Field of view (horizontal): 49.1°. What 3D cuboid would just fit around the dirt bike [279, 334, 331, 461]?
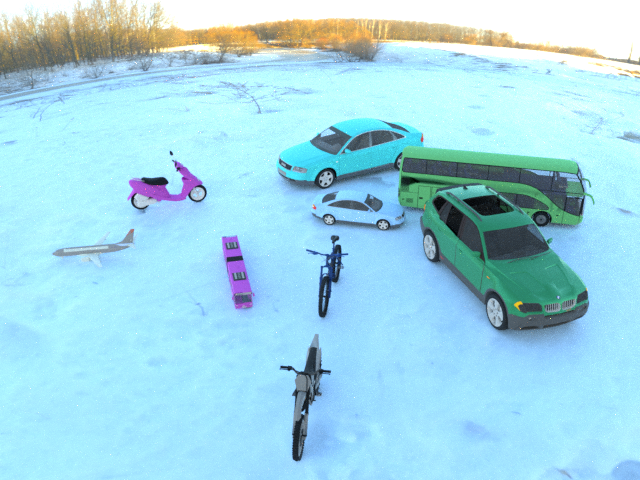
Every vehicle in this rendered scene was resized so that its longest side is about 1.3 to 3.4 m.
[{"bbox_3d":[-0.126,1.608,7.491,0.527,0.857,1.493,4,28,8],"label":"dirt bike"}]

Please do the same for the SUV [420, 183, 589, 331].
[{"bbox_3d":[2.525,0.131,9.972,1.276,1.128,3.058,-9,29,-17],"label":"SUV"}]

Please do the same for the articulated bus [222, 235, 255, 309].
[{"bbox_3d":[-1.233,0.437,10.290,0.311,0.289,1.749,-6,29,-11],"label":"articulated bus"}]

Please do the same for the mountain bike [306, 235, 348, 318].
[{"bbox_3d":[0.147,0.415,9.715,0.573,0.868,1.469,5,29,10],"label":"mountain bike"}]

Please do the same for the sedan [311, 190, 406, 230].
[{"bbox_3d":[0.657,-0.551,11.935,1.613,0.483,0.635,6,29,11],"label":"sedan"}]

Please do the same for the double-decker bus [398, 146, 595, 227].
[{"bbox_3d":[2.982,-0.934,12.048,3.251,1.052,0.756,7,29,13],"label":"double-decker bus"}]

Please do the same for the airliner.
[{"bbox_3d":[-3.496,0.062,10.844,1.307,0.429,1.161,-4,28,-8],"label":"airliner"}]

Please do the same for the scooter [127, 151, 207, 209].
[{"bbox_3d":[-2.714,-1.024,12.359,1.399,0.919,0.662,-9,29,-16],"label":"scooter"}]

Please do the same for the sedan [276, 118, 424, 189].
[{"bbox_3d":[0.619,-1.826,13.840,3.137,0.940,1.235,-15,32,-27],"label":"sedan"}]
